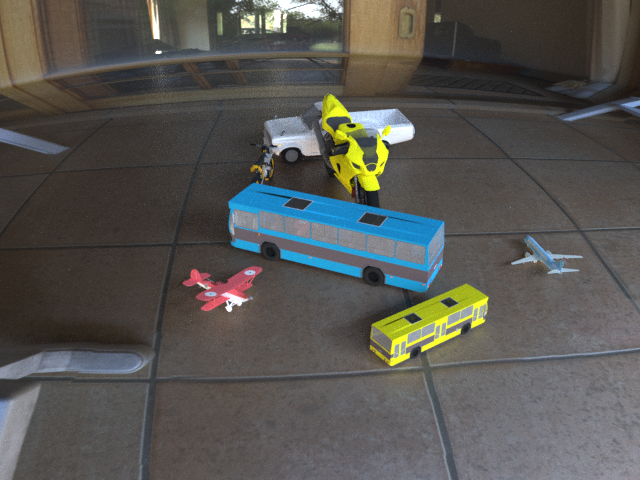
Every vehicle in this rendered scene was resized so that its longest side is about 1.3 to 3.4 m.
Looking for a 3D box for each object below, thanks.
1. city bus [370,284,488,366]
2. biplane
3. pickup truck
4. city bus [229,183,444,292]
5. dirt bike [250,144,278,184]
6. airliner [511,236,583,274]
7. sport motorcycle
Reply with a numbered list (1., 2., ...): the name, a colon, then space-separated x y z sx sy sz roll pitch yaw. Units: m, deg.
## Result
1. city bus: 1.436 1.100 9.099 1.674 0.460 0.476 -19 34 -30
2. biplane: -1.374 0.672 9.818 1.090 0.504 1.336 16 33 26
3. pickup truck: 0.371 -2.355 14.725 3.117 0.993 1.244 -6 30 -11
4. city bus: 0.205 -0.046 10.700 3.255 0.894 0.926 13 32 22
5. dirt bike: -1.076 -1.319 13.014 0.527 0.857 1.493 6 30 10
6. airliner: 3.459 0.156 10.816 1.161 0.429 1.307 -5 30 -9
7. sport motorcycle: 0.530 -1.524 12.623 0.983 1.596 2.955 -7 30 -13
